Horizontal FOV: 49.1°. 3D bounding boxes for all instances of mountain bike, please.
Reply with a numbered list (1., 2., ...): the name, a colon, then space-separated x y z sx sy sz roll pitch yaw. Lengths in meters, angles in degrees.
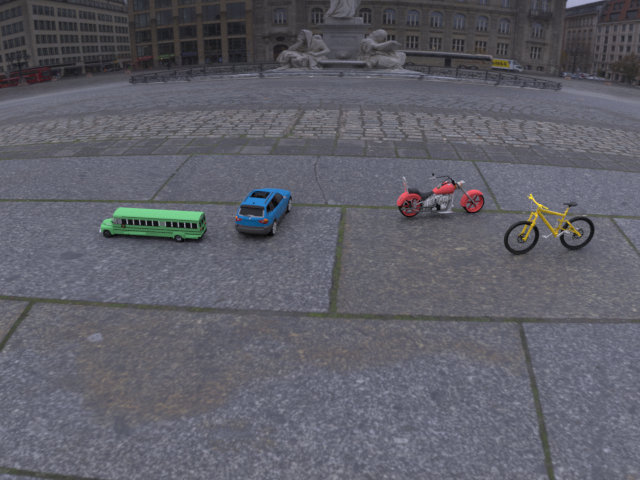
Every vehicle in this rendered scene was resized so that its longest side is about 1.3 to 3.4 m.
1. mountain bike: 3.506 -0.210 10.631 1.469 0.868 0.573 -4 26 -9

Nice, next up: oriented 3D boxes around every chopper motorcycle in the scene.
1. chopper motorcycle: 2.068 -0.770 11.901 1.563 0.761 0.466 -6 27 -12

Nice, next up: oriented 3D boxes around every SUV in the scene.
1. SUV: -0.932 -0.572 11.699 0.656 0.580 1.572 6 27 12

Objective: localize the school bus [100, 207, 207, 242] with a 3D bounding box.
1. school bus: -2.692 -0.256 11.219 1.708 0.434 0.365 3 26 7
